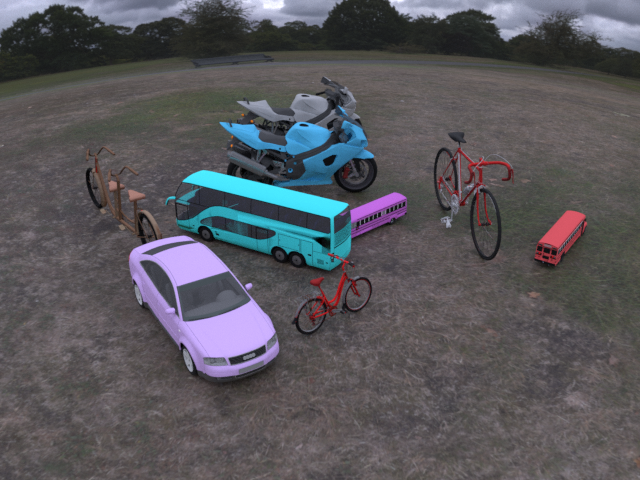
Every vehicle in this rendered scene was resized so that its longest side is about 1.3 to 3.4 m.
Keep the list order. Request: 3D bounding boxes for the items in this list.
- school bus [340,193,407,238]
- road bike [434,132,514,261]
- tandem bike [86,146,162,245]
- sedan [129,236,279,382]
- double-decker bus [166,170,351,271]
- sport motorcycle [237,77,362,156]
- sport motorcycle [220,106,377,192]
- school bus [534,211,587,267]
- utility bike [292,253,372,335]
[{"bbox_3d":[0.819,-0.372,12.168,1.708,0.434,0.365,-23,36,-36],"label":"school bus"},{"bbox_3d":[2.459,-0.897,11.854,0.696,1.656,3.004,-5,29,-10],"label":"road bike"},{"bbox_3d":[-3.415,-0.729,11.891,0.550,1.326,3.192,-19,34,-32],"label":"tandem bike"},{"bbox_3d":[-1.656,0.753,9.540,1.235,0.940,3.137,-17,32,-28],"label":"sedan"},{"bbox_3d":[-1.036,-0.375,11.520,3.251,1.052,0.756,15,32,26],"label":"double-decker bus"},{"bbox_3d":[-0.359,-2.468,14.841,2.955,1.596,0.983,-15,32,-26],"label":"sport motorcycle"},{"bbox_3d":[-0.360,-1.600,13.224,2.955,1.596,0.983,-3,28,-5],"label":"sport motorcycle"},{"bbox_3d":[4.036,-0.073,11.612,0.365,0.434,1.708,18,33,31],"label":"school bus"},{"bbox_3d":[0.151,0.708,9.618,1.435,0.946,0.535,-21,35,-34],"label":"utility bike"}]
